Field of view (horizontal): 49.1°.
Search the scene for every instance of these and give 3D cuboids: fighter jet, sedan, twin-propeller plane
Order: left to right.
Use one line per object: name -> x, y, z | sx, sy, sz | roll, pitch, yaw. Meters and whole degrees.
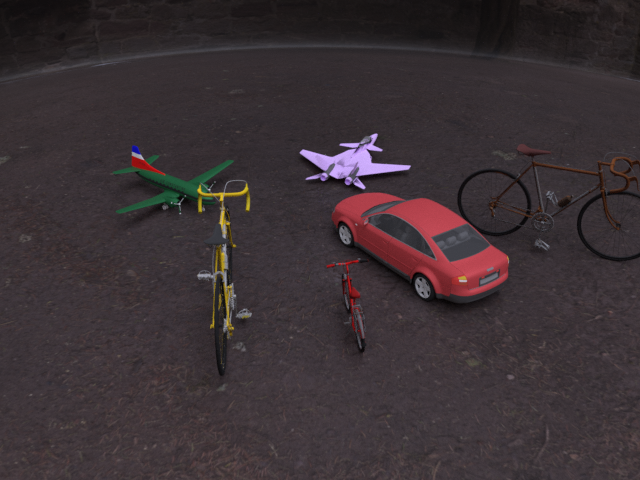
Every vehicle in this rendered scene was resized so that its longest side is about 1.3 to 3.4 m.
twin-propeller plane -> -2.602, -1.070, 12.234 | 2.129, 0.792, 2.663 | 21, 36, 32
fighter jet -> 0.735, -1.786, 13.718 | 2.229, 0.557, 2.640 | 11, 32, 18
sedan -> 1.378, -0.099, 10.390 | 1.235, 0.940, 3.137 | -19, 35, -30

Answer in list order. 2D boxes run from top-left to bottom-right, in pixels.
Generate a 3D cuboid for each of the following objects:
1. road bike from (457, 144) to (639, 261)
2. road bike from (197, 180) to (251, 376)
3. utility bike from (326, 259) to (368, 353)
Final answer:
road bike -> 3.572, -0.609, 10.560 | 3.004, 1.656, 0.697 | 13, 32, 21
road bike -> -1.231, 0.336, 8.912 | 0.697, 1.656, 3.004 | -2, 30, -3
utility bike -> 0.370, 0.759, 8.889 | 0.535, 0.946, 1.435 | -4, 30, -7
